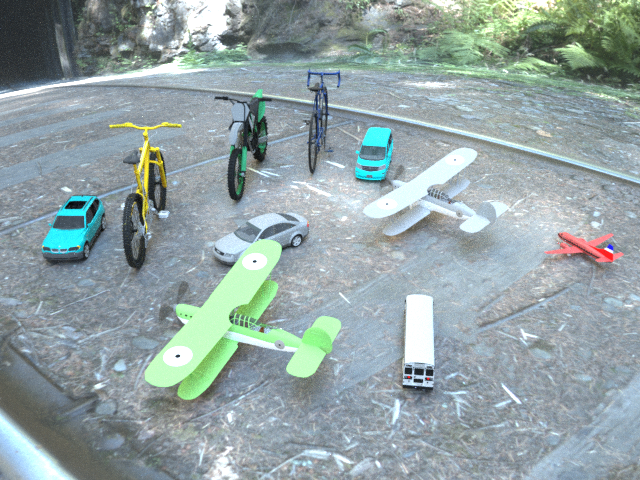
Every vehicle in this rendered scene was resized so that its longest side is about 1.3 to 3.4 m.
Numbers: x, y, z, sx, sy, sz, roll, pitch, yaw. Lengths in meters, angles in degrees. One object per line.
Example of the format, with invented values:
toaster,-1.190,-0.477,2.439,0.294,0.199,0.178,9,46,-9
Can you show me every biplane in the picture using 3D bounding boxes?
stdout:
biplane,1.875,-0.597,11.162,2.598,0.981,2.120,-24,36,-38
biplane,-0.849,1.045,8.004,2.120,0.981,2.598,12,30,21

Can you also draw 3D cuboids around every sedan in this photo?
sedan,-0.893,-0.078,10.703,1.613,0.483,0.635,-21,34,-34

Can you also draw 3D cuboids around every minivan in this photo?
minivan,1.074,-1.679,13.640,0.681,0.616,1.548,5,28,10

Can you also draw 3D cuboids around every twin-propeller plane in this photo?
twin-propeller plane,3.978,0.063,10.515,1.370,0.407,1.095,-13,30,-23

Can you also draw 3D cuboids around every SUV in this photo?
SUV,-3.806,-0.217,10.866,0.656,0.580,1.572,0,27,0

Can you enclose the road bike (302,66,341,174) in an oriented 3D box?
road bike,-0.019,-2.495,14.082,0.696,1.656,3.004,3,28,6

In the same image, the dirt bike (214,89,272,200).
dirt bike,-1.317,-1.929,12.982,1.024,1.666,2.903,3,28,6

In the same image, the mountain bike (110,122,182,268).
mountain bike,-2.697,-0.812,10.811,1.114,1.688,2.857,-1,27,-1

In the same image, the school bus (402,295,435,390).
school bus,1.186,1.139,8.416,0.365,0.434,1.708,3,28,6
